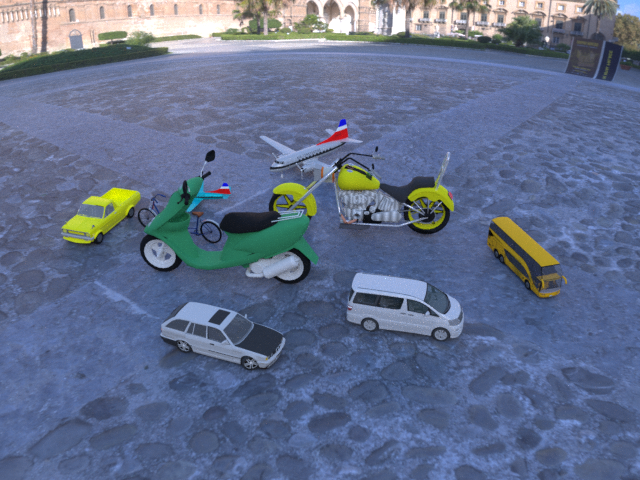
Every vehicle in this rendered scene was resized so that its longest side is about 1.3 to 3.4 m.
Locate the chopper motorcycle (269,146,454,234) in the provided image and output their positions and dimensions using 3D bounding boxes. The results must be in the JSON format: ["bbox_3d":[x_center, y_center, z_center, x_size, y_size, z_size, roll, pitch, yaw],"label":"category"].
[{"bbox_3d":[0.664,-0.806,11.422,3.040,1.480,0.906,4,30,7],"label":"chopper motorcycle"}]

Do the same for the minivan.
[{"bbox_3d":[1.147,0.867,9.344,1.548,0.616,0.681,7,30,11],"label":"minivan"}]

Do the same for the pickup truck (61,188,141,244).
[{"bbox_3d":[-3.675,-0.475,11.822,0.640,0.511,1.603,9,31,16],"label":"pickup truck"}]

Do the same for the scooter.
[{"bbox_3d":[-1.371,-0.225,10.085,2.721,1.786,1.288,5,30,9],"label":"scooter"}]

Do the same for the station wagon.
[{"bbox_3d":[-1.237,1.179,8.938,1.597,0.473,0.682,11,31,19],"label":"station wagon"}]

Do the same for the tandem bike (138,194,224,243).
[{"bbox_3d":[-2.305,-0.357,11.439,1.642,0.682,0.283,11,31,19],"label":"tandem bike"}]

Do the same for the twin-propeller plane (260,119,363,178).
[{"bbox_3d":[-0.183,-1.812,13.897,2.129,0.792,2.663,-25,38,-37],"label":"twin-propeller plane"}]

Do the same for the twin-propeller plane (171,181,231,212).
[{"bbox_3d":[-2.146,-0.847,12.583,1.095,0.407,1.370,1,30,1],"label":"twin-propeller plane"}]

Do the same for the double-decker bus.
[{"bbox_3d":[3.059,0.252,10.507,0.389,0.541,1.672,-8,31,-14],"label":"double-decker bus"}]
